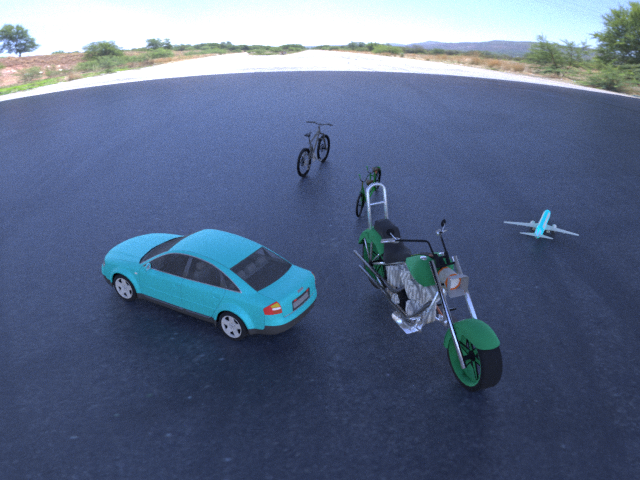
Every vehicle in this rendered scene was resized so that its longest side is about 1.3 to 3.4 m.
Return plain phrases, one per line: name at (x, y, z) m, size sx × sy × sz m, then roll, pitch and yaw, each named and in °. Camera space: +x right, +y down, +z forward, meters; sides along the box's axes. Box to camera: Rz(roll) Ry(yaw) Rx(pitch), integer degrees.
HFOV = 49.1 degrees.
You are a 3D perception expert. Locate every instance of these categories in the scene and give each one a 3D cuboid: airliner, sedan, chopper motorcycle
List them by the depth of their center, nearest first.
chopper motorcycle at (1.242, 0.468, 8.461) m, size 0.906 × 1.480 × 3.040 m, roll -10°, pitch 28°, yaw -20°
sedan at (-1.538, 0.394, 9.214) m, size 3.137 × 0.940 × 1.235 m, roll 15°, pitch 30°, yaw 27°
airliner at (3.579, -0.328, 11.236) m, size 1.161 × 0.429 × 1.307 m, roll 12°, pitch 29°, yaw 22°

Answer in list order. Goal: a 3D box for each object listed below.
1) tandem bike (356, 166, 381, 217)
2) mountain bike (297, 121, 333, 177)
tandem bike at (0.865, -0.968, 12.236) m, size 0.283 × 0.682 × 1.642 m, roll 8°, pitch 28°, yaw 16°
mountain bike at (-0.112, -1.807, 13.711) m, size 0.573 × 0.868 × 1.469 m, roll 11°, pitch 29°, yaw 22°
